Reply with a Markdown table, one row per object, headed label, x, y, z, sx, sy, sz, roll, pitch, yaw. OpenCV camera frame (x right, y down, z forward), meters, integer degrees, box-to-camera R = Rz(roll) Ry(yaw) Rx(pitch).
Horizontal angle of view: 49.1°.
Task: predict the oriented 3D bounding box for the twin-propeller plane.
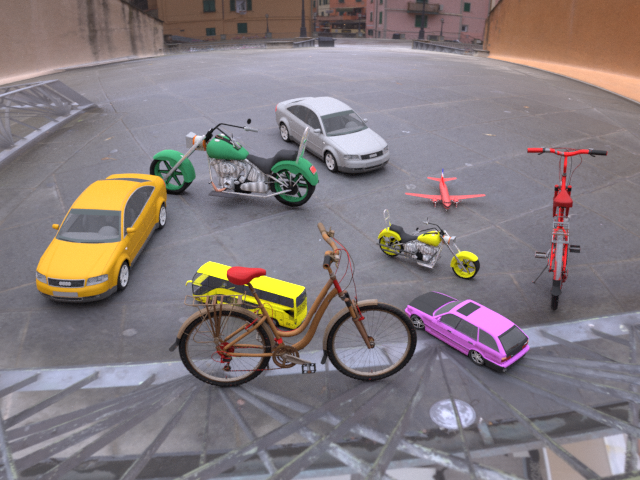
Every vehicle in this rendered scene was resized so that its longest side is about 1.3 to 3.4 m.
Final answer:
| label | x | y | z | sx | sy | sz | roll | pitch | yaw |
| --- | --- | --- | --- | --- | --- | --- | --- | --- | --- |
| twin-propeller plane | 2.157 | -0.859 | 12.103 | 1.370 | 0.407 | 1.095 | 1 | 30 | 2 |

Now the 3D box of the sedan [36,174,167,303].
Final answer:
| label | x | y | z | sx | sy | sz | roll | pitch | yaw |
| --- | --- | --- | --- | --- | --- | --- | --- | --- | --- |
| sedan | -3.190 | -0.217 | 10.442 | 1.235 | 0.940 | 3.137 | 3 | 30 | 5 |

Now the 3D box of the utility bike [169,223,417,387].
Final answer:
| label | x | y | z | sx | sy | sz | roll | pitch | yaw |
| --- | --- | --- | --- | --- | --- | --- | --- | --- | --- |
| utility bike | -0.299 | 0.789 | 7.777 | 2.791 | 1.839 | 1.039 | -2 | 30 | -3 |

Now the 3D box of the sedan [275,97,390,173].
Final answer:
| label | x | y | z | sx | sy | sz | roll | pitch | yaw |
| --- | --- | --- | --- | --- | --- | --- | --- | --- | --- |
| sedan | 0.201 | -2.237 | 13.977 | 1.235 | 0.940 | 3.137 | -16 | 34 | -26 |

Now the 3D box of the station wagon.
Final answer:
| label | x | y | z | sx | sy | sz | roll | pitch | yaw |
| --- | --- | --- | --- | --- | --- | --- | --- | --- | --- |
| station wagon | 1.801 | 1.032 | 8.728 | 0.682 | 0.473 | 1.597 | -24 | 38 | -36 |

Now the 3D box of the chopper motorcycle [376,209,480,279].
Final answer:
| label | x | y | z | sx | sy | sz | roll | pitch | yaw |
| --- | --- | --- | --- | --- | --- | --- | --- | --- | --- |
| chopper motorcycle | 1.564 | 0.058 | 10.141 | 1.563 | 0.761 | 0.466 | 16 | 33 | 25 |

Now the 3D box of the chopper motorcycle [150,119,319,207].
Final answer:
| label | x | y | z | sx | sy | sz | roll | pitch | yaw |
| --- | --- | --- | --- | --- | --- | --- | --- | --- | --- |
| chopper motorcycle | -1.503 | -1.349 | 11.879 | 3.040 | 1.480 | 0.906 | 8 | 31 | 14 |

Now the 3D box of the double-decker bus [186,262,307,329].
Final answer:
| label | x | y | z | sx | sy | sz | roll | pitch | yaw |
| --- | --- | --- | --- | --- | --- | --- | --- | --- | --- |
| double-decker bus | -0.969 | 0.710 | 9.224 | 1.672 | 0.541 | 0.389 | 14 | 32 | 22 |

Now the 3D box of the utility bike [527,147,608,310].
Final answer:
| label | x | y | z | sx | sy | sz | roll | pitch | yaw |
| --- | --- | --- | --- | --- | --- | --- | --- | --- | --- |
| utility bike | 3.267 | -0.316 | 9.711 | 1.039 | 1.839 | 2.791 | 9 | 31 | 16 |
